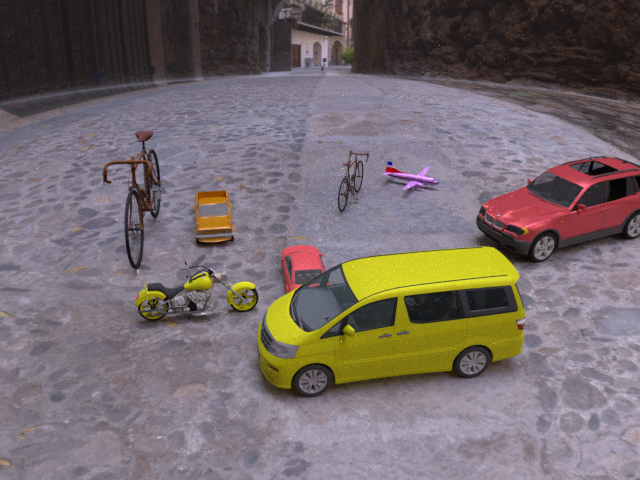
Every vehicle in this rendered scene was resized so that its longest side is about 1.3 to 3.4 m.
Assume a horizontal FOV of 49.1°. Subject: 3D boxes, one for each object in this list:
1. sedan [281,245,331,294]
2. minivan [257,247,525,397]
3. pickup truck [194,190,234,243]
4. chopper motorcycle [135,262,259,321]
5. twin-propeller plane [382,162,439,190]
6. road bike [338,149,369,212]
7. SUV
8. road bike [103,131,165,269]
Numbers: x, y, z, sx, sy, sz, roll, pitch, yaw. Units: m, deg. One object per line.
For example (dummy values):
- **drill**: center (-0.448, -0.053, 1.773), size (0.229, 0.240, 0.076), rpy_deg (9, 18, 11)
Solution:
- **sedan**: center (-0.210, 0.416, 9.760), size (0.635, 0.483, 1.613), rpy_deg (-3, 26, -7)
- **minivan**: center (0.781, 0.858, 8.017), size (3.011, 1.197, 1.324), rpy_deg (-5, 26, -10)
- **pickup truck**: center (-1.761, -0.456, 11.544), size (0.640, 0.511, 1.603), rpy_deg (-4, 26, -9)
- **chopper motorcycle**: center (-1.576, 0.642, 8.970), size (1.563, 0.761, 0.466), rpy_deg (-6, 26, -12)
- **twin-propeller plane**: center (1.743, -1.224, 13.260), size (1.095, 0.407, 1.370), rpy_deg (12, 28, 24)
- **road bike**: center (0.562, -1.093, 12.475), size (0.358, 0.852, 1.545), rpy_deg (8, 27, 17)
- **SUV**: center (3.966, -0.586, 11.100), size (3.058, 1.128, 1.276), rpy_deg (-12, 28, -23)
- **road bike**: center (-2.751, -0.777, 10.888), size (0.696, 1.656, 3.004), rpy_deg (-2, 26, -3)
